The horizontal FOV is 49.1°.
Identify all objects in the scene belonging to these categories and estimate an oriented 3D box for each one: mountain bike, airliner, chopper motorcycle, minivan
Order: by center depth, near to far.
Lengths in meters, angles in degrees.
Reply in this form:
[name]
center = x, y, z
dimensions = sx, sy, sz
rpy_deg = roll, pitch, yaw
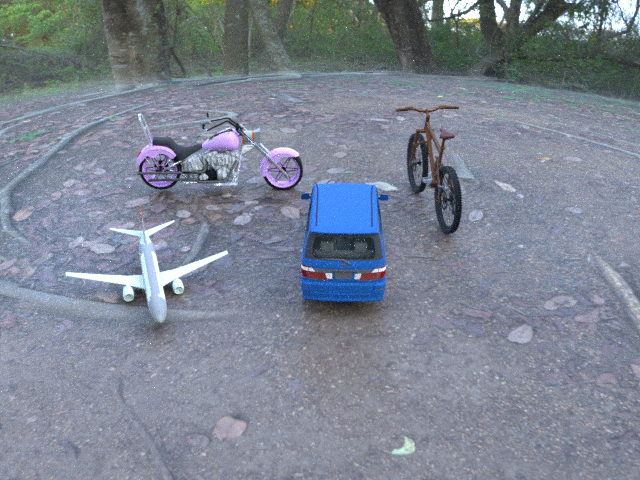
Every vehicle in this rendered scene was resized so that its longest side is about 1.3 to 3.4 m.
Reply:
[airliner]
center = -2.350, 0.278, 9.652
dimensions = 2.257, 0.835, 2.541
rpy_deg = -8, 27, -15
[minivan]
center = 0.351, -0.191, 10.199
dimensions = 1.324, 1.197, 3.011
rpy_deg = 1, 26, 2
[mountain bike]
center = 1.922, -1.299, 11.911
dimensions = 1.114, 1.688, 2.857
rpy_deg = -4, 26, -8
[chopper motorcycle]
center = -1.834, -1.605, 12.775
dimensions = 3.040, 1.480, 0.906
rpy_deg = -2, 26, -3
